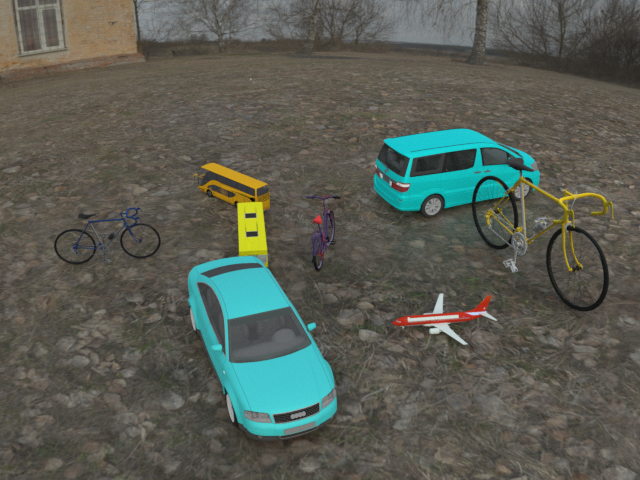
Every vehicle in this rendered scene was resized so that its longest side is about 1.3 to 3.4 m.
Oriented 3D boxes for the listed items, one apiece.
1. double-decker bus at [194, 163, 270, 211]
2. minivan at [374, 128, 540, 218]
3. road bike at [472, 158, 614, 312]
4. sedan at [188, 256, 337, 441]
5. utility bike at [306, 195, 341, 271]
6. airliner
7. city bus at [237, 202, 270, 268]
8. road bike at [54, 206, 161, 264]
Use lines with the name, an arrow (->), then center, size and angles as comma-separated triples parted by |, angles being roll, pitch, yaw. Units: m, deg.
double-decker bus -> -1.570, -0.939, 12.440 | 1.672, 0.541, 0.389 | 23, 36, 37
minivan -> 2.487, -1.302, 12.423 | 3.011, 1.197, 1.324 | -11, 30, -20
road bike -> 3.048, -0.237, 9.951 | 0.697, 1.656, 3.004 | -11, 30, -20
sedan -> -0.770, 1.060, 8.288 | 1.235, 0.940, 3.137 | -10, 30, -19
utility bike -> 0.010, -0.179, 10.594 | 0.535, 0.946, 1.435 | 6, 29, 11
airliner -> 1.585, 0.936, 9.061 | 1.307, 0.429, 1.161 | -3, 28, -5
city bus -> -1.052, -0.030, 10.829 | 0.476, 0.460, 1.674 | -3, 28, -6
road bike -> -3.183, -0.053, 10.459 | 1.545, 0.852, 0.358 | -5, 29, -10
